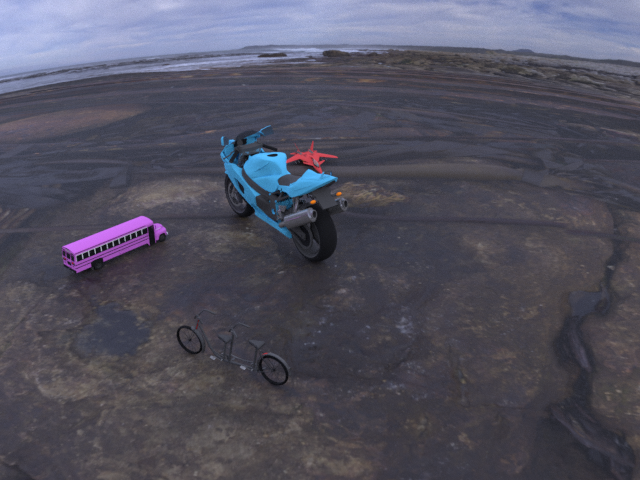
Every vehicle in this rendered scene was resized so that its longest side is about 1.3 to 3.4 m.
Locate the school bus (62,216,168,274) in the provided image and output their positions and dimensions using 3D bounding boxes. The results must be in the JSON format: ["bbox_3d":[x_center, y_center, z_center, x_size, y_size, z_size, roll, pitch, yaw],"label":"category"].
[{"bbox_3d":[-3.116,0.029,10.798,0.365,0.434,1.708,21,34,36],"label":"school bus"}]

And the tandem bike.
[{"bbox_3d":[-1.042,1.232,8.176,1.642,0.682,0.283,14,30,26],"label":"tandem bike"}]

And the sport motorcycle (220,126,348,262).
[{"bbox_3d":[-0.700,-0.767,11.079,0.983,1.596,2.955,-20,33,-34],"label":"sport motorcycle"}]

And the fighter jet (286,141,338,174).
[{"bbox_3d":[-0.155,-1.660,14.261,1.147,0.286,1.358,-8,28,-15],"label":"fighter jet"}]
